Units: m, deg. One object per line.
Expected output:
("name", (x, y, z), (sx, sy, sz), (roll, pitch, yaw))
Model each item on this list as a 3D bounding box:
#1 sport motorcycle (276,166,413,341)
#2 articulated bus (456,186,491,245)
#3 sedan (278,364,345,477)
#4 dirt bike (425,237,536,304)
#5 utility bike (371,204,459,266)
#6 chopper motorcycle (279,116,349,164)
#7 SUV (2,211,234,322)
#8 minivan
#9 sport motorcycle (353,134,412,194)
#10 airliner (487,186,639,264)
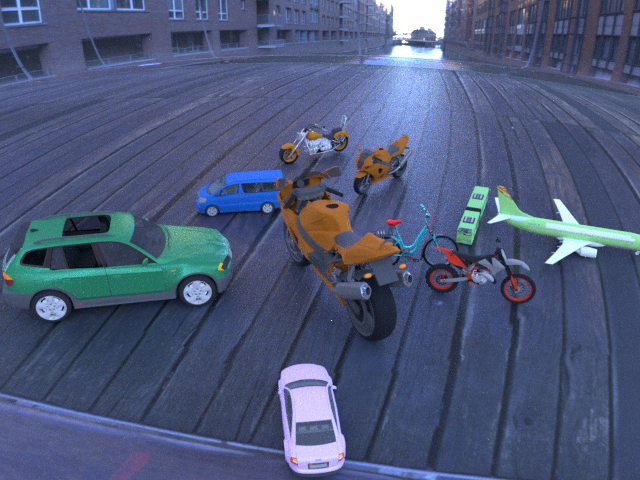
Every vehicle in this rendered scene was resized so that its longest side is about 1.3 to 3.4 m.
("sport motorcycle", (0.186, 0.100, 9.352), (0.983, 1.596, 2.955), (-14, 32, -24))
("articulated bus", (2.557, -0.435, 11.663), (0.311, 0.289, 1.749), (10, 31, 17))
("sedan", (-0.109, 1.805, 7.428), (0.635, 0.483, 1.613), (-3, 29, -6))
("dirt bike", (2.195, 0.426, 9.526), (1.493, 0.857, 0.527), (8, 30, 14))
("utility bike", (1.323, -0.026, 10.249), (1.435, 0.946, 0.535), (0, 29, -1))
("chopper motorcycle", (-0.104, -2.010, 14.015), (1.563, 0.761, 0.466), (-15, 33, -26))
("SUV", (-2.732, 0.237, 9.588), (3.058, 1.128, 1.276), (-5, 30, -10))
("minivan", (-1.359, -0.827, 12.032), (1.548, 0.616, 0.681), (-3, 29, -6))
("sport motorcycle", (1.132, -1.391, 12.836), (0.506, 0.821, 1.520), (24, 37, 37))
("airliner", (3.939, -0.293, 10.844), (2.541, 0.835, 2.257), (10, 30, 17))
